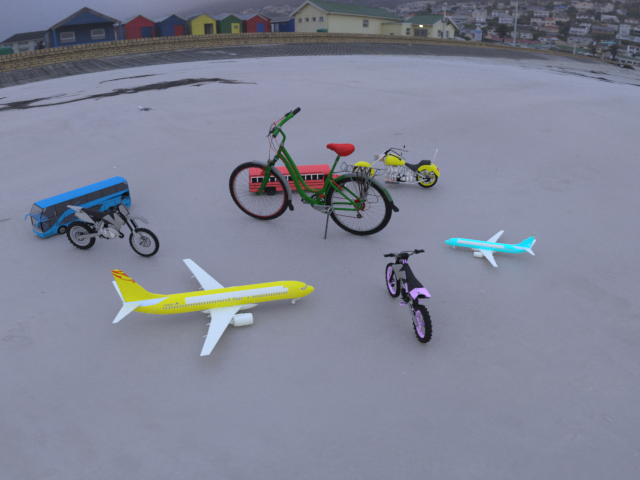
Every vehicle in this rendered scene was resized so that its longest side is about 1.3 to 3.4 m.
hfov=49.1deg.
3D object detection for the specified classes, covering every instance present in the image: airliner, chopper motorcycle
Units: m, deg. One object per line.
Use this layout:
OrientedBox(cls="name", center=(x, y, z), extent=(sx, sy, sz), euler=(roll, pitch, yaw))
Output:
OrientedBox(cls="airliner", center=(2.504, 0.011, 10.310), extent=(1.307, 0.429, 1.161), euler=(8, 29, 15))
OrientedBox(cls="chopper motorcycle", center=(1.351, -1.317, 12.453), extent=(1.563, 0.761, 0.466), euler=(6, 29, 11))
OrientedBox(cls="airliner", center=(-1.303, 0.584, 8.799), extent=(2.541, 0.835, 2.257), euler=(-7, 29, -13))

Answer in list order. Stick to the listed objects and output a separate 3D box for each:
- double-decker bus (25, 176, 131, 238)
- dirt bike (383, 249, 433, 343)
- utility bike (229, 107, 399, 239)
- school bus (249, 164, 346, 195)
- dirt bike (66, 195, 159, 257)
OrientedBox(cls="double-decker bus", center=(-3.835, -0.531, 11.209), extent=(0.389, 0.541, 1.672), euler=(24, 36, 38))
OrientedBox(cls="dirt bike", center=(1.090, 0.600, 8.747), extent=(0.527, 0.857, 1.493), euler=(-7, 29, -13))
OrientedBox(cls="utility bike", center=(-0.172, -0.939, 10.595), extent=(2.791, 1.839, 1.039), euler=(9, 29, 16))
OrientedBox(cls="school bus", center=(-0.399, -1.072, 12.340), extent=(1.708, 0.434, 0.365), euler=(-4, 28, -7))
OrientedBox(cls="dirt bike", center=(-3.059, -0.190, 10.231), extent=(1.493, 0.857, 0.527), euler=(7, 29, 12))
